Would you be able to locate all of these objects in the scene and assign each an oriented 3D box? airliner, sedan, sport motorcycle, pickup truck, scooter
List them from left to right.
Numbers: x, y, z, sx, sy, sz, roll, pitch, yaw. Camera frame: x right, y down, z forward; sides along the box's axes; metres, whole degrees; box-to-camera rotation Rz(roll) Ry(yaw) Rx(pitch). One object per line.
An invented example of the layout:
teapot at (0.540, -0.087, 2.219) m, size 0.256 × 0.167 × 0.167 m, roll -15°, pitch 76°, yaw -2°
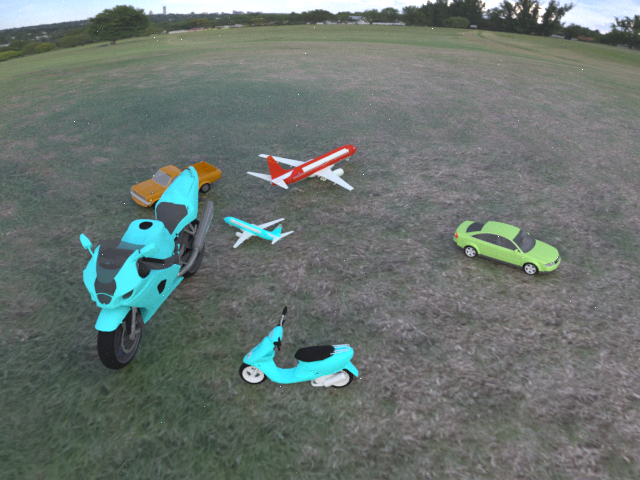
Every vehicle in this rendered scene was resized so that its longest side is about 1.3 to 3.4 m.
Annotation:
sport motorcycle at (-2.167, 0.288, 9.127) m, size 0.983 × 1.596 × 2.955 m, roll 7°, pitch 32°, yaw 11°
pickup truck at (-2.539, -1.040, 12.405) m, size 1.603 × 0.511 × 0.640 m, roll -25°, pitch 39°, yaw -35°
airliner at (-1.073, -0.247, 11.157) m, size 1.307 × 0.429 × 1.161 m, roll 22°, pitch 37°, yaw 32°
scooter at (-0.255, 1.325, 8.055) m, size 1.399 × 0.919 × 0.662 m, roll 2°, pitch 31°, yaw 3°
airliner at (-0.108, -1.527, 12.902) m, size 2.257 × 0.835 × 2.541 m, roll 24°, pitch 38°, yaw 34°
sedan at (2.828, 0.055, 10.600) m, size 1.613 × 0.483 × 0.635 m, roll 18°, pitch 35°, yaw 27°
